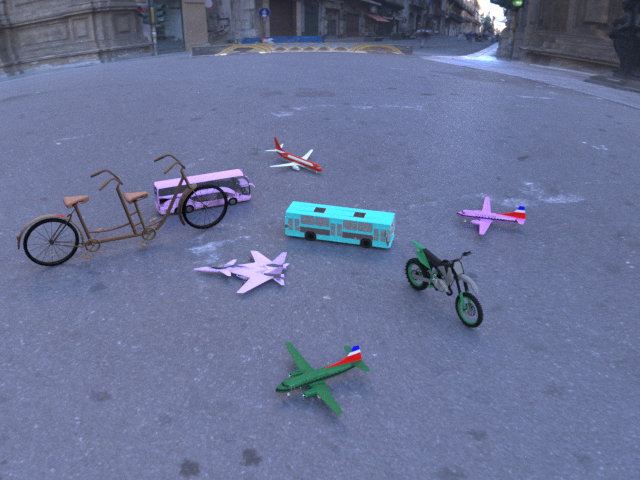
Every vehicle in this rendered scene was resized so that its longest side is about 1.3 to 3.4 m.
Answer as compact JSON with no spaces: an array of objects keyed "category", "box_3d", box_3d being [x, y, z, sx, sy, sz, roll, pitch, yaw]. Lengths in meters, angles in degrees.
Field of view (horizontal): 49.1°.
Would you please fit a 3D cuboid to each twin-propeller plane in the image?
[{"category":"twin-propeller plane","box_3d":[-0.002,1.481,7.897,1.095,0.407,1.370,-14,32,-23]},{"category":"twin-propeller plane","box_3d":[2.760,-0.420,11.302,1.095,0.407,1.370,8,30,13]}]

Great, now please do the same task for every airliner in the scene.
[{"category":"airliner","box_3d":[-0.439,-1.624,13.434,1.307,0.429,1.161,24,37,36]}]

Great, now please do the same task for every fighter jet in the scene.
[{"category":"fighter jet","box_3d":[-1.147,0.376,10.000,1.358,0.286,1.147,2,29,4]}]

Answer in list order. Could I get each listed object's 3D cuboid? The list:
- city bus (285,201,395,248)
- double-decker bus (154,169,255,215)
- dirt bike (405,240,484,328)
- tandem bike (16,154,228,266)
[{"category":"city bus","box_3d":[0.309,-0.223,10.895,1.674,0.460,0.476,7,30,13]},{"category":"double-decker bus","box_3d":[-1.959,-0.825,11.889,1.672,0.541,0.389,-11,31,-19]},{"category":"dirt bike","box_3d":[1.621,0.511,9.173,0.527,0.857,1.493,-17,34,-28]},{"category":"tandem bike","box_3d":[-2.881,-0.476,10.459,3.192,1.326,0.550,-15,32,-25]}]
